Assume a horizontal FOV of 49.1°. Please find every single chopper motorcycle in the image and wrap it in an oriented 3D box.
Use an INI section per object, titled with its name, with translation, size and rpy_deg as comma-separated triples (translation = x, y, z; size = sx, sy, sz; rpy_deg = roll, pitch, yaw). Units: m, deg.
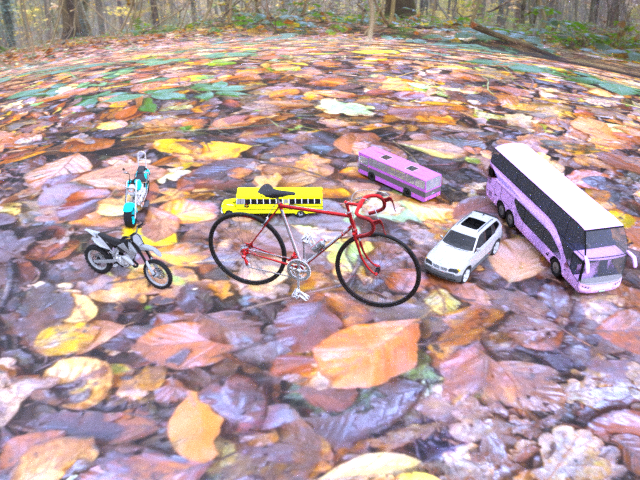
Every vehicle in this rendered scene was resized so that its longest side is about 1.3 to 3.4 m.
[chopper motorcycle]
translation = -3.090, -0.861, 11.749
size = 0.466, 0.761, 1.563
rpy_deg = -1, 31, -1

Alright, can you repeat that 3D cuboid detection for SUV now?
[SUV]
translation = 2.149, 0.063, 10.369
size = 0.656, 0.580, 1.572
rpy_deg = 21, 37, 32

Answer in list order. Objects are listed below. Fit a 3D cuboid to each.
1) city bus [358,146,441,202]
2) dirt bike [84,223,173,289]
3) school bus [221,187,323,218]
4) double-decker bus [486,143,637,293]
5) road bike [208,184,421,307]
[city bus]
translation = 1.401, -1.181, 12.582
size = 0.476, 0.460, 1.674
rpy_deg = -24, 38, -34
[dirt bike]
translation = -2.730, 0.208, 9.854
size = 1.493, 0.857, 0.527
rpy_deg = 12, 33, 20
[school bus]
translation = -0.801, -0.638, 11.692
size = 1.708, 0.434, 0.365
rpy_deg = 0, 31, -1
[double-decker bus]
translation = 3.525, -0.395, 10.678
size = 0.756, 1.052, 3.251
rpy_deg = -7, 31, -11
[road bike]
translation = -0.126, 0.055, 9.330
size = 3.004, 1.656, 0.697
rpy_deg = 9, 32, 14
